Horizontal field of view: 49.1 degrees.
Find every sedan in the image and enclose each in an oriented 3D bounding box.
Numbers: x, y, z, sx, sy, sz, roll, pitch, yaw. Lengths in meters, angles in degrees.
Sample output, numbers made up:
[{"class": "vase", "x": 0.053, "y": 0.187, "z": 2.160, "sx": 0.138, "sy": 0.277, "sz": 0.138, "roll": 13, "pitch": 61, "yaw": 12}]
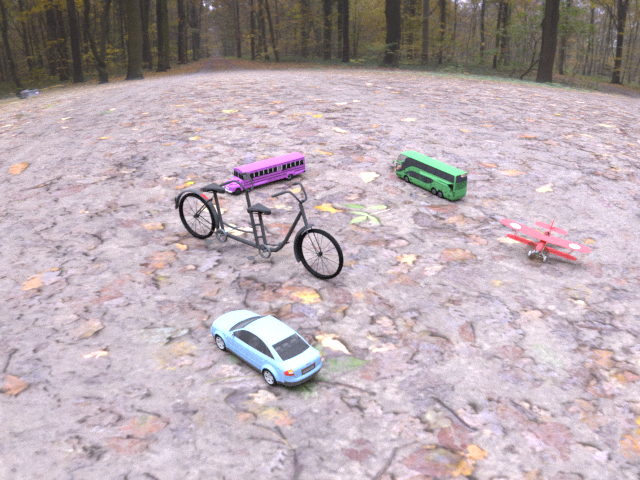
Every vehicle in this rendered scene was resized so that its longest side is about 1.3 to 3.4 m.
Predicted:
[{"class": "sedan", "x": -0.665, "y": 1.175, "z": 8.214, "sx": 0.635, "sy": 0.483, "sz": 1.613, "roll": -23, "pitch": 34, "yaw": -38}]

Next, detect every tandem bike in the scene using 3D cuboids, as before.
[{"class": "tandem bike", "x": -0.995, "y": -0.343, "z": 10.337, "sx": 3.192, "sy": 1.326, "sz": 0.550, "roll": 17, "pitch": 31, "yaw": 30}]

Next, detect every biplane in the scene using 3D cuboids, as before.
[{"class": "biplane", "x": 3.413, "y": -0.003, "z": 10.575, "sx": 1.336, "sy": 0.504, "sz": 1.090, "roll": 14, "pitch": 29, "yaw": 25}]

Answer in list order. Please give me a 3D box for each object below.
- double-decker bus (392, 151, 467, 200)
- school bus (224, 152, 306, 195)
[{"class": "double-decker bus", "x": 2.029, "y": -1.221, "z": 13.002, "sx": 0.389, "sy": 0.541, "sz": 1.672, "roll": -17, "pitch": 31, "yaw": -31}, {"class": "school bus", "x": -1.048, "y": -1.261, "z": 13.204, "sx": 1.708, "sy": 0.434, "sz": 0.365, "roll": -20, "pitch": 32, "yaw": -34}]
